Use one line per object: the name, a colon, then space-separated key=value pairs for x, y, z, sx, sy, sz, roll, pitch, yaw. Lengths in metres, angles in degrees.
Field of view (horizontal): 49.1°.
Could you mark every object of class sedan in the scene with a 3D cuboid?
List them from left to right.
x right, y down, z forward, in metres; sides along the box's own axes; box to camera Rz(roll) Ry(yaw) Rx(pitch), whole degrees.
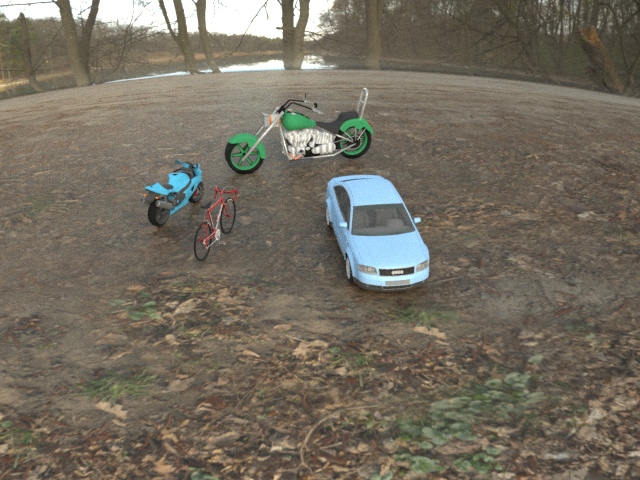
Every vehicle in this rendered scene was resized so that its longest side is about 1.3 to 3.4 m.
sedan: x=0.823 y=-0.285 z=10.728 sx=1.235 sy=0.940 sz=3.137 roll=-4 pitch=27 yaw=-7

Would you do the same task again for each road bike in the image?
road bike: x=-1.618 y=-0.295 z=10.845 sx=0.358 sy=0.852 sz=1.545 roll=8 pitch=28 yaw=15

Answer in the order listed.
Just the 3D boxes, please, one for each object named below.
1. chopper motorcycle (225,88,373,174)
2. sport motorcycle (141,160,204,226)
chopper motorcycle: x=-0.385 y=-2.162 z=13.832 sx=3.040 sy=1.480 sz=0.906 roll=-8 pitch=28 yaw=-16
sport motorcycle: x=-2.454 y=-0.820 z=11.914 sx=0.506 sy=0.821 sz=1.520 roll=12 pitch=29 yaw=23
